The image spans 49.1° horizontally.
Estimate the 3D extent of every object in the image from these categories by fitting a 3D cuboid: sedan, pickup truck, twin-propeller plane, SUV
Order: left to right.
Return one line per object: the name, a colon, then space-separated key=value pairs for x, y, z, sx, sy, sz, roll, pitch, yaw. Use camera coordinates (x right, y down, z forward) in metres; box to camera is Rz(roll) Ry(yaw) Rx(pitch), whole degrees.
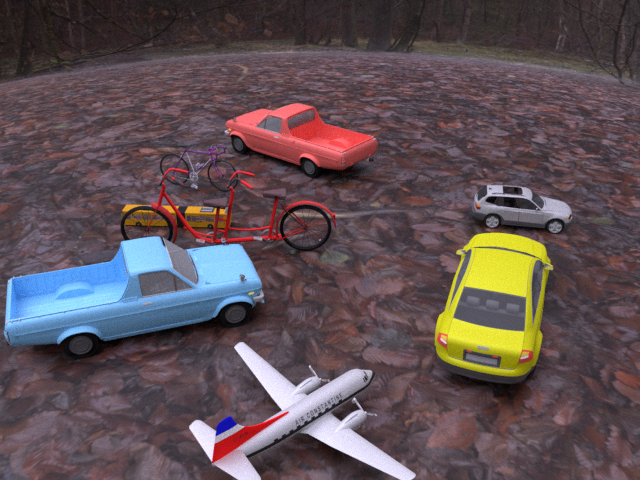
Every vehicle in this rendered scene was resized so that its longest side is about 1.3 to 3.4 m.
pickup truck: x=-2.296 y=0.592 z=8.771 sx=3.117 sy=0.993 sz=1.244 roll=-10 pitch=30 yaw=-17
pickup truck: x=-0.423 y=-2.048 z=13.596 sx=3.117 sy=0.993 sz=1.244 roll=22 pitch=35 yaw=34
twin-propeller plane: x=-0.196 y=1.674 z=7.003 sx=2.129 sy=0.792 sz=2.663 roll=-23 pitch=36 yaw=-36
sedan: x=2.243 y=0.603 z=8.806 sx=1.235 sy=0.940 sz=3.137 roll=10 pitch=30 yaw=17
SUV: x=3.251 y=-0.535 z=11.262 sx=1.572 sy=0.580 sz=0.656 roll=5 pitch=29 yaw=10

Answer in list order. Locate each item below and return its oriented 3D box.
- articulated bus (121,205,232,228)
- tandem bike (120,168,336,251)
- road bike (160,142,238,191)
articulated bus: x=-2.308 y=-0.382 z=11.285 sx=1.749 sy=0.289 sz=0.311 roll=2 pitch=29 yaw=3
tandem bike: x=-1.351 y=-0.404 z=10.246 sx=3.192 sy=1.326 sz=0.550 roll=-1 pitch=29 yaw=-1
road bike: x=-2.162 y=-1.311 z=12.397 sx=1.545 sy=0.852 sz=0.358 roll=9 pitch=30 yaw=16
